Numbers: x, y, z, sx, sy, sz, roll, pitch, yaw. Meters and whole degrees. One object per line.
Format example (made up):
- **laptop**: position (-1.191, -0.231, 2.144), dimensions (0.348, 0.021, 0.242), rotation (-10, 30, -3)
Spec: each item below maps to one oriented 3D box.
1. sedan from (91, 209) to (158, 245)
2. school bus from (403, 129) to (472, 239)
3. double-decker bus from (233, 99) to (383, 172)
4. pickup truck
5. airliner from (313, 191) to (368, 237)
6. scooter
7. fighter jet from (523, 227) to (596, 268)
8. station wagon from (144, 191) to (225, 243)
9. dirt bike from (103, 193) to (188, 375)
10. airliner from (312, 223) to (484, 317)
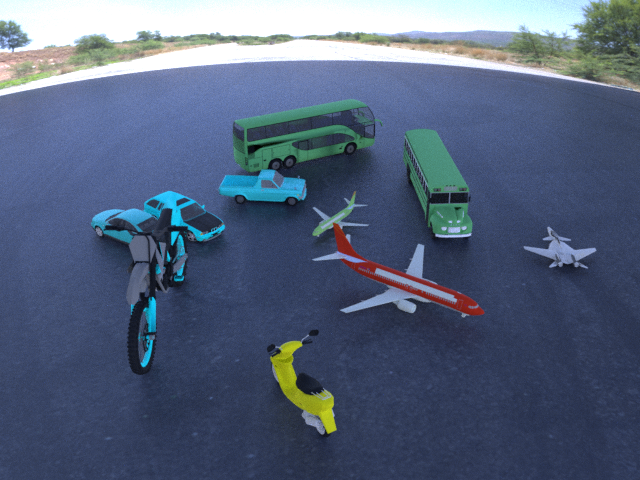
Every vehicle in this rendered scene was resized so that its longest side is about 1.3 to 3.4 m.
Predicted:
- **sedan**: position (-3.157, -0.246, 11.663), dimensions (1.613, 0.483, 0.635), rotation (18, 34, 30)
- **school bus**: position (2.112, -1.075, 12.793), dimensions (0.709, 0.844, 3.322), rotation (-1, 29, -3)
- **double-decker bus**: position (-0.237, -2.211, 14.637), dimensions (3.251, 1.052, 0.756), rotation (-16, 33, -26)
- **pickup truck**: position (-1.056, -1.008, 13.017), dimensions (1.603, 0.511, 0.640), rotation (3, 29, 5)
- **airliner**: position (0.266, -0.442, 12.074), dimensions (1.161, 0.429, 1.307), rotation (19, 34, 31)
- **scooter**: position (-0.221, 1.561, 7.938), dimensions (0.662, 0.919, 1.399), rotation (-16, 33, -27)
- **fighter jet**: position (3.883, 0.025, 11.377), dimensions (1.147, 0.286, 1.358), rotation (1, 29, 2)
- **station wagon**: position (-2.341, -0.439, 12.024), dimensions (1.597, 0.473, 0.682), rotation (22, 36, 35)
- **dirt bike**: position (-2.134, 0.392, 9.283), dimensions (1.024, 1.666, 2.903), rotation (1, 29, 1)
- **airliner**: position (1.194, 0.440, 10.057), dimensions (2.541, 0.835, 2.257), rotation (19, 34, 30)
